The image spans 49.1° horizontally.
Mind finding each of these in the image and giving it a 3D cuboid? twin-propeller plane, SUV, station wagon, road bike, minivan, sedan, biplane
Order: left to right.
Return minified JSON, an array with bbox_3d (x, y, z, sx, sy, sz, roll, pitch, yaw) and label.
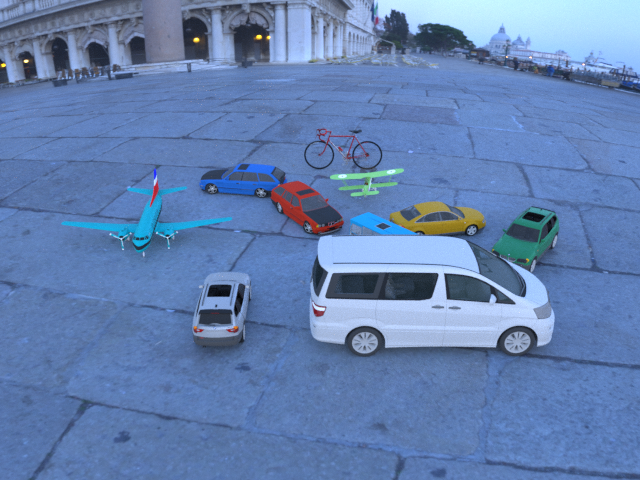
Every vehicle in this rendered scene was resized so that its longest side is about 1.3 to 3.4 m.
[{"bbox_3d":[-2.735,-0.441,11.199,2.663,0.792,2.129,-2,27,-3],"label":"twin-propeller plane"},{"bbox_3d":[-1.249,0.792,9.012,0.656,0.580,1.572,0,27,0],"label":"SUV"},{"bbox_3d":[-1.429,-1.137,12.916,1.597,0.473,0.682,5,27,9],"label":"station wagon"},{"bbox_3d":[-0.227,-0.585,11.834,0.682,0.473,1.597,-16,31,-28],"label":"station wagon"},{"bbox_3d":[0.458,-1.790,13.782,1.545,0.852,0.358,0,27,1],"label":"road bike"},{"bbox_3d":[0.822,-0.997,12.607,1.336,0.504,1.090,4,27,7],"label":"biplane"},{"bbox_3d":[1.376,0.625,8.659,3.011,1.197,1.324,0,27,0],"label":"minivan"},{"bbox_3d":[1.917,-0.350,11.360,1.613,0.483,0.635,-7,28,-13],"label":"sedan"},{"bbox_3d":[3.143,-0.037,10.640,0.656,0.580,1.572,18,32,31],"label":"SUV"}]

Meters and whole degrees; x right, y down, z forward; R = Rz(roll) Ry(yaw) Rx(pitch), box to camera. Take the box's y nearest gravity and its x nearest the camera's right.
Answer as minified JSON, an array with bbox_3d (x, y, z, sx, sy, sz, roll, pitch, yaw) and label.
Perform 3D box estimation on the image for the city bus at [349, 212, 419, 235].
[{"bbox_3d":[1.158,0.100,10.503,0.476,0.460,1.674,-22,34,-36],"label":"city bus"}]
